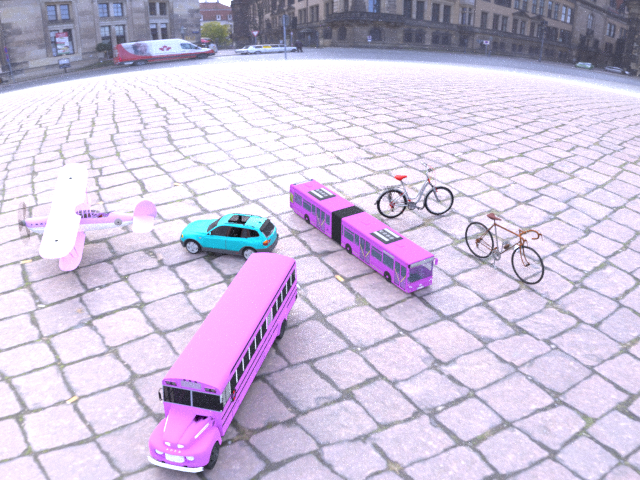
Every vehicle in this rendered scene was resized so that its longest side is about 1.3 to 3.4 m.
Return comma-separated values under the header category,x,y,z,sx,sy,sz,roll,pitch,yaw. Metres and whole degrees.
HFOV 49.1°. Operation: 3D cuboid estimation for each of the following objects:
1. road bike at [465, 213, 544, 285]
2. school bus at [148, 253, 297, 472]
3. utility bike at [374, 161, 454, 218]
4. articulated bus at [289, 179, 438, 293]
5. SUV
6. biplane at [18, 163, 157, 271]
category,x,y,z,sx,sy,sz,roll,pitch,yaw
road bike,2.757,0.073,10.515,0.358,0.852,1.545,-19,33,-31
school bus,-1.044,1.290,8.260,0.709,0.844,3.322,7,29,13
utility bike,1.631,-0.861,12.152,1.435,0.946,0.535,-4,29,-7
articulated bus,0.561,-0.157,11.249,0.605,0.561,3.401,-17,33,-28
SUV,-1.447,-0.106,11.134,1.572,0.580,0.656,7,29,13
biplane,-3.652,-0.291,11.056,2.120,0.981,2.598,-4,29,-8
